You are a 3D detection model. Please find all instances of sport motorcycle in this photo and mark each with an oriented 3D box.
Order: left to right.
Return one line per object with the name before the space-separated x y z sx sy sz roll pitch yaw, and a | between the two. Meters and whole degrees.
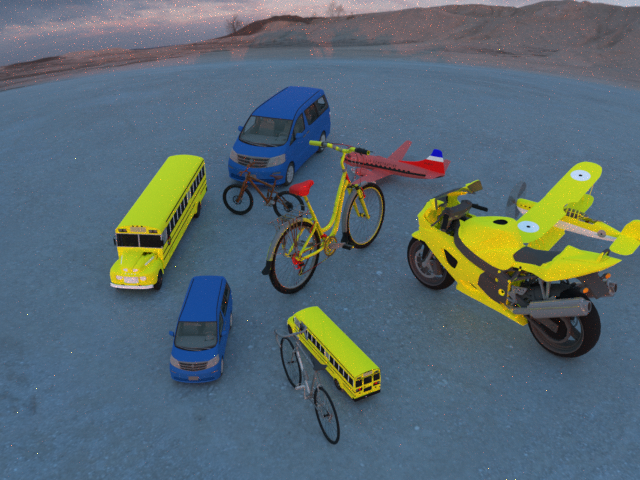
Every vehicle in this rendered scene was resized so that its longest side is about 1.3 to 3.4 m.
sport motorcycle | 2.254 0.322 8.822 0.983 1.596 2.955 -23 35 -36

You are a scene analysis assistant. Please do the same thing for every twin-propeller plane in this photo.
twin-propeller plane | 1.323 -1.469 13.045 2.129 0.792 2.663 15 31 26

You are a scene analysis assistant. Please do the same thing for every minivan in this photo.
minivan | -1.425 1.053 8.491 0.681 0.616 1.548 0 28 0
minivan | -0.748 -2.081 13.764 1.324 1.197 3.011 9 29 17

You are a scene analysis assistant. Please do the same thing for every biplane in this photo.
biplane | 3.835 -0.269 10.589 2.120 0.981 2.598 22 35 36

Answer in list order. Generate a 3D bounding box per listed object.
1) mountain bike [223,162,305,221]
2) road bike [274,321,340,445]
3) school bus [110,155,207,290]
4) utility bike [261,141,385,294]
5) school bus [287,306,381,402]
mountain bike | -0.951 -0.756 11.624 1.469 0.868 0.573 9 29 16
road bike | -0.133 1.472 7.454 0.358 0.852 1.545 -12 30 -22
school bus | -2.451 -0.346 10.878 0.709 0.844 3.322 2 28 4
utility bike | 0.053 -0.429 9.975 1.039 1.839 2.791 21 34 34
school bus | 0.112 1.262 8.292 0.365 0.434 1.708 -15 31 -25
